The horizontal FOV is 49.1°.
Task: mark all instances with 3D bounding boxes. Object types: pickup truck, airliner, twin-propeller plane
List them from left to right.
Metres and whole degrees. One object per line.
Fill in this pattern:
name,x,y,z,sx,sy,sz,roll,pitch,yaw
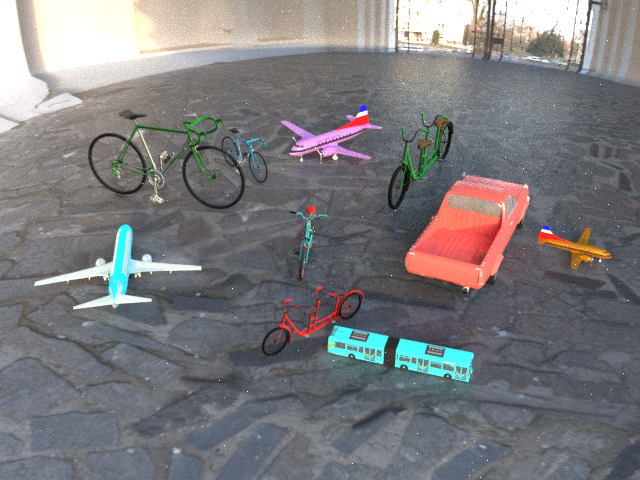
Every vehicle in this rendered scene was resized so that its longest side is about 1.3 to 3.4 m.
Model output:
airliner,-2.848,0.198,9.922,2.257,0.835,2.541,-5,30,-9
twin-propeller plane,0.215,-2.137,14.056,2.129,0.792,2.663,-23,37,-34
pickup truck,2.317,-0.269,10.580,1.244,0.993,3.117,14,32,22
twin-propeller plane,3.862,0.063,10.588,1.095,0.407,1.370,14,33,23

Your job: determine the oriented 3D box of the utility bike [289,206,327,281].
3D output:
utility bike,-0.153,-0.075,10.288,0.535,0.946,1.435,2,30,4

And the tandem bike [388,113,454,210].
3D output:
tandem bike,1.894,-1.652,12.668,0.550,1.326,3.192,15,33,24

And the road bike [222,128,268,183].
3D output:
road bike,-1.434,-1.631,13.110,0.358,0.852,1.545,-22,36,-33

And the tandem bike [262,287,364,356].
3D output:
tandem bike,-0.060,0.926,8.800,1.642,0.682,0.283,-22,36,-33

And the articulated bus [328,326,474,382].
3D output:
articulated bus,0.962,1.363,8.431,1.749,0.289,0.311,9,31,16

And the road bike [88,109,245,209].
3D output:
road bike,-2.671,-1.399,11.891,3.004,1.656,0.697,9,31,16
